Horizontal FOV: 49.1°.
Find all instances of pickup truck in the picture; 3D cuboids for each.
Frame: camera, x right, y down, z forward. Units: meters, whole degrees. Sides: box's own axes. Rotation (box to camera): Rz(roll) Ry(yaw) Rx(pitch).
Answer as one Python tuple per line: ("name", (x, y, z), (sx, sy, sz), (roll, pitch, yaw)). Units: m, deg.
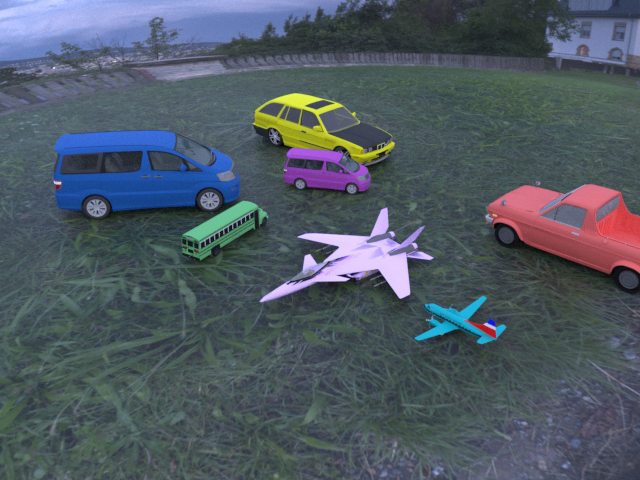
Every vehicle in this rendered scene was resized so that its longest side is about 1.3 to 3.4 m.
("pickup truck", (3.976, -0.170, 10.060), (3.117, 0.993, 1.244), (24, 36, 38))

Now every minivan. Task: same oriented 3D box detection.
("minivan", (-2.875, -1.176, 11.771), (3.011, 1.197, 1.324), (-4, 28, -8))
("minivan", (0.135, -1.253, 12.547), (1.548, 0.616, 0.681), (6, 28, 12))

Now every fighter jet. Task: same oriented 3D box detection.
("fighter jet", (0.258, 0.267, 9.693), (2.640, 0.557, 2.229), (-20, 34, -33))

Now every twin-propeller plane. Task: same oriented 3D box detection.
("twin-propeller plane", (1.691, 0.956, 8.533), (1.370, 0.407, 1.095), (-23, 35, -37))

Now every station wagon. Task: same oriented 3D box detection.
("station wagon", (0.049, -2.305, 14.236), (3.105, 0.920, 1.327), (22, 35, 36))

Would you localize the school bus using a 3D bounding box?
("school bus", (-1.409, -0.188, 10.699), (0.365, 0.434, 1.708), (16, 32, 28))
